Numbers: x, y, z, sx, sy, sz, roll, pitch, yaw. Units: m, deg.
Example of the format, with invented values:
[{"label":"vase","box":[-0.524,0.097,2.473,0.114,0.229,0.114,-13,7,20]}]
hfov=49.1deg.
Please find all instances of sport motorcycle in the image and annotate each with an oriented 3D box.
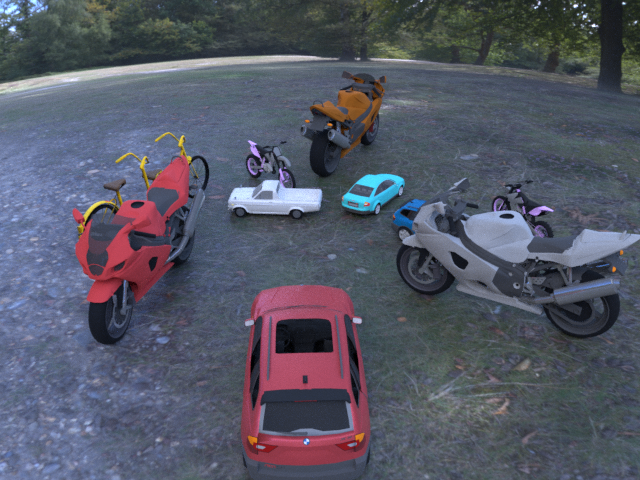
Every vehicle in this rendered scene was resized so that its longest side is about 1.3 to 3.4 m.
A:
[{"label":"sport motorcycle","box":[2.351,0.248,8.842,2.955,1.596,0.983,14,30,26]},{"label":"sport motorcycle","box":[0.552,-2.364,13.967,0.983,1.596,2.955,13,30,24]},{"label":"sport motorcycle","box":[-2.311,0.044,9.242,0.983,1.596,2.955,5,28,11]}]

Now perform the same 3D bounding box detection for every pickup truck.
[{"label":"pickup truck","box":[-0.760,-0.718,11.933,1.603,0.511,0.640,2,27,4]}]

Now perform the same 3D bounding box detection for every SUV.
[{"label":"SUV","box":[-0.167,1.244,7.403,1.276,1.128,3.058,-1,27,-2]},{"label":"SUV","box":[1.870,-0.208,10.857,1.572,0.580,0.656,19,32,32]}]

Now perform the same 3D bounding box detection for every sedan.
[{"label":"sedan","box":[0.962,-0.890,12.302,0.635,0.483,1.613,16,31,28]}]

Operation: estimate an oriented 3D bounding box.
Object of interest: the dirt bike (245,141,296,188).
[{"label":"dirt bike","box":[-0.922,-1.407,12.905,0.527,0.857,1.493,-21,34,-35]}]

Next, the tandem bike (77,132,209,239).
[{"label":"tandem bike","box":[-2.764,-0.867,11.328,0.550,1.326,3.192,13,30,24]}]

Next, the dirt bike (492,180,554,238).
[{"label":"dirt bike","box":[3.188,-0.454,11.034,0.527,0.857,1.493,-11,29,-21]}]
